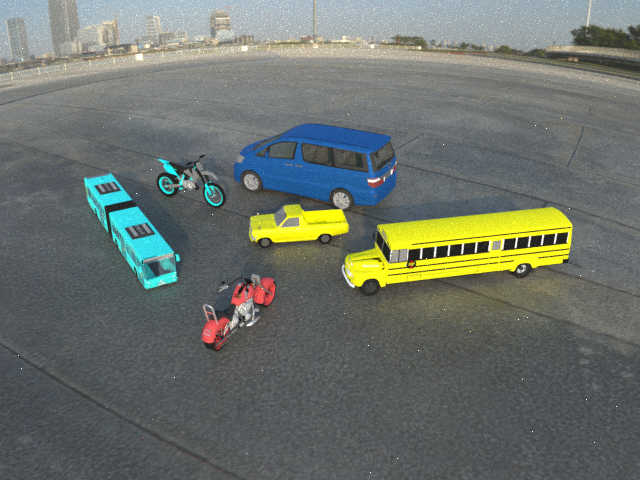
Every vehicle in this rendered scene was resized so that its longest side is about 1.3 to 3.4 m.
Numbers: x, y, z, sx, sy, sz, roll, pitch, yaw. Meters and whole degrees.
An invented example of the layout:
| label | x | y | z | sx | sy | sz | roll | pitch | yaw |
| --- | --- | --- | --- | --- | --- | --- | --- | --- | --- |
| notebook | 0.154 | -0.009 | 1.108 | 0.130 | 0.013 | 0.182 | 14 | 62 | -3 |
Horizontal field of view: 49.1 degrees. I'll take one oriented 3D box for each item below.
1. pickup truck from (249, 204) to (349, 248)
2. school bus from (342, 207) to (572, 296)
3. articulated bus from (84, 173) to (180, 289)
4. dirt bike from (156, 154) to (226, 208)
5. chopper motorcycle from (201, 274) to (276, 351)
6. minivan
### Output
| label | x | y | z | sx | sy | sz | roll | pitch | yaw |
| --- | --- | --- | --- | --- | --- | --- | --- | --- | --- |
| pickup truck | -0.348 | -0.271 | 11.281 | 1.603 | 0.511 | 0.640 | -4 | 29 | -7 |
| school bus | 1.975 | 0.133 | 10.182 | 3.322 | 0.844 | 0.709 | -6 | 29 | -11 |
| articulated bus | -3.089 | -0.238 | 11.168 | 0.605 | 0.561 | 3.401 | -15 | 32 | -26 |
| dirt bike | -2.304 | -1.062 | 12.383 | 1.493 | 0.857 | 0.527 | 14 | 31 | 24 |
| chopper motorcycle | -1.015 | 0.806 | 9.024 | 0.466 | 0.761 | 1.563 | 14 | 31 | 24 |
| minivan | -0.141 | -1.436 | 12.718 | 3.011 | 1.197 | 1.324 | 13 | 31 | 23 |
